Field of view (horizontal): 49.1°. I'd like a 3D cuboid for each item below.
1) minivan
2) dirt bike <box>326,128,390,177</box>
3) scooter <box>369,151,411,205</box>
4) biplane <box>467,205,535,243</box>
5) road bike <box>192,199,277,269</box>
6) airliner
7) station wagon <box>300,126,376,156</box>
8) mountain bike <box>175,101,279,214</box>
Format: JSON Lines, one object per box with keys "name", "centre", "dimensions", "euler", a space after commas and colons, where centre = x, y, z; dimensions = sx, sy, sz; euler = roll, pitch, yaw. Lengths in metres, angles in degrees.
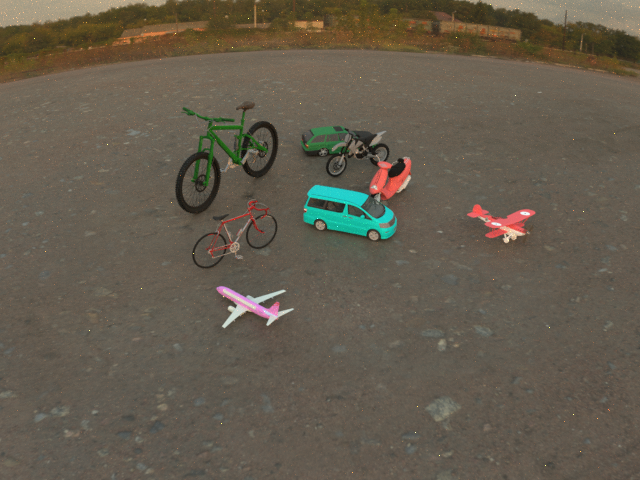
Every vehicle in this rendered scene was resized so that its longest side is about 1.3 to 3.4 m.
{"name": "minivan", "centre": [0.512, -0.467, 11.670], "dimensions": [1.548, 0.616, 0.681], "euler": [11, 32, 19]}
{"name": "dirt bike", "centre": [0.757, -1.735, 13.631], "dimensions": [1.493, 0.857, 0.527], "euler": [-17, 34, -27]}
{"name": "scooter", "centre": [1.271, -1.158, 12.567], "dimensions": [0.662, 0.919, 1.399], "euler": [20, 35, 30]}
{"name": "biplane", "centre": [2.964, -0.285, 11.465], "dimensions": [1.336, 0.504, 1.090], "euler": [-26, 39, -37]}
{"name": "road bike", "centre": [-1.295, -0.096, 10.789], "dimensions": [1.545, 0.852, 0.358], "euler": [-21, 36, -32]}
{"name": "airliner", "centre": [-1.000, 0.803, 9.649], "dimensions": [1.307, 0.429, 1.161], "euler": [24, 38, 35]}
{"name": "station wagon", "centre": [0.411, -2.117, 14.679], "dimensions": [1.597, 0.473, 0.682], "euler": [-7, 31, -12]}
{"name": "mountain bike", "centre": [-1.626, -1.622, 12.602], "dimensions": [1.114, 1.688, 2.857], "euler": [18, 34, 28]}
